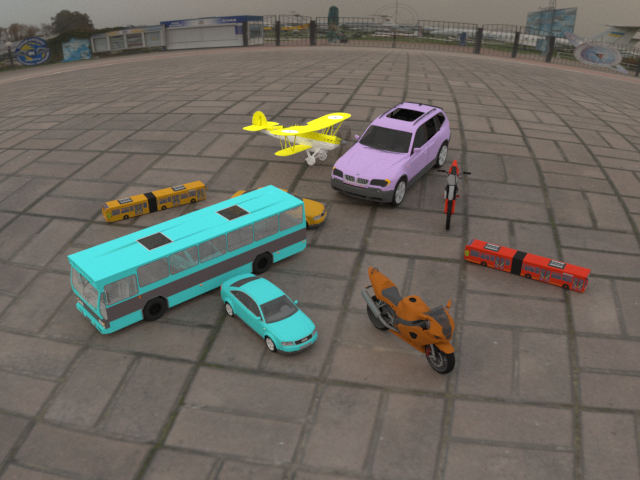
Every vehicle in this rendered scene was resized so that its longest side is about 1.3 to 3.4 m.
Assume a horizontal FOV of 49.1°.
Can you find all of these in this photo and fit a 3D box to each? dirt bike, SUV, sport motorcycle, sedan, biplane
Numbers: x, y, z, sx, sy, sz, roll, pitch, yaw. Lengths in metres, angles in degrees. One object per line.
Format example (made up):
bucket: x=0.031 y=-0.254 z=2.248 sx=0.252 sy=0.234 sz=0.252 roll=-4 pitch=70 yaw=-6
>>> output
dirt bike: x=2.155 y=-0.800 z=11.411 sx=0.527 sy=0.857 sz=1.493 roll=6 pitch=30 yaw=11
SUV: x=1.351 y=-1.649 z=12.637 sx=1.276 sy=1.128 sz=3.058 roll=16 pitch=33 yaw=27
sport motorcycle: x=1.063 y=0.950 z=8.348 sx=0.506 sy=0.821 sz=1.520 roll=-20 pitch=35 yaw=-31
sedan: x=-0.664 y=0.865 z=8.842 sx=0.635 sy=0.483 sz=1.613 roll=-21 pitch=36 yaw=-32
biplane: x=-0.402 y=-2.031 z=13.464 sx=2.120 sy=0.981 sz=2.598 roll=16 pitch=33 yaw=25
sedan: x=-0.687 y=-0.557 z=11.359 sx=1.613 sy=0.483 sz=0.635 roll=7 pitch=30 yaw=12

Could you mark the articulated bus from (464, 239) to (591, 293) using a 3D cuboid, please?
articulated bus: x=2.925 y=0.353 z=9.947 sx=1.749 sy=0.289 sz=0.311 roll=16 pitch=33 yaw=26

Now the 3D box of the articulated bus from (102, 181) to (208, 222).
articulated bus: x=-2.746 y=-0.654 z=11.728 sx=1.749 sy=0.289 sz=0.311 roll=-17 pitch=33 yaw=-27

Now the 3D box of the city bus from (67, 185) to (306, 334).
city bus: x=-1.684 y=0.209 z=9.586 sx=3.255 sy=0.894 sz=0.926 roll=-23 pitch=37 yaw=-35
